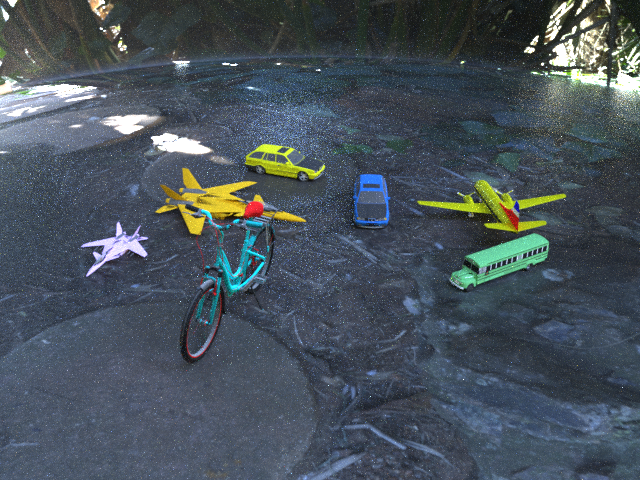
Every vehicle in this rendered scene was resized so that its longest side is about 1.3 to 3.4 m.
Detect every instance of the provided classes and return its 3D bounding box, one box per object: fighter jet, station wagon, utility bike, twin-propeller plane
[{"bbox_3d":[-1.474,-0.690,12.304,2.640,0.557,2.229,10,30,18],"label":"fighter jet"},{"bbox_3d":[-0.694,-1.576,13.996,1.597,0.473,0.682,11,31,20],"label":"station wagon"},{"bbox_3d":[-1.054,0.297,9.188,1.039,1.839,2.791,10,30,18],"label":"utility bike"},{"bbox_3d":[0.910,-0.739,12.478,0.682,0.473,1.597,1,29,2],"label":"station wagon"},{"bbox_3d":[3.033,-0.679,12.041,2.663,0.792,2.129,-3,29,-5],"label":"twin-propeller plane"},{"bbox_3d":[-3.319,0.154,11.053,1.147,0.286,1.358,8,30,14],"label":"fighter jet"}]

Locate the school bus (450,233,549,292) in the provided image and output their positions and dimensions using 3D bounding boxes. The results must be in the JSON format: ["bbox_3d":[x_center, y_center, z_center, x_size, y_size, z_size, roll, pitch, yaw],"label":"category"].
[{"bbox_3d":[2.712,0.332,10.578,1.708,0.434,0.365,-16,33,-26],"label":"school bus"}]
